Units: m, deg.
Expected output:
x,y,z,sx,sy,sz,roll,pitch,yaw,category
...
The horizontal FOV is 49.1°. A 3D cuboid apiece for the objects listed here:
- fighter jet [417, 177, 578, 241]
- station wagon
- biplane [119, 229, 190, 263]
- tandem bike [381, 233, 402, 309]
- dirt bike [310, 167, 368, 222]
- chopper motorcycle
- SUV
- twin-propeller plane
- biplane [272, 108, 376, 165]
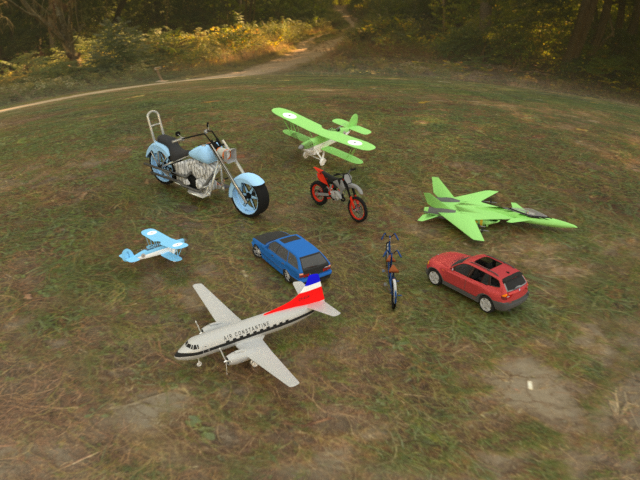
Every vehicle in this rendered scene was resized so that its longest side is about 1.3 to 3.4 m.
x,y,z,sx,sy,sz,roll,pitch,yaw,category
3.124,-0.557,12.186,2.640,0.557,2.229,9,28,17,fighter jet
-0.474,0.181,10.791,0.682,0.473,1.597,-16,31,-29,station wagon
-2.548,0.149,10.822,1.090,0.504,1.336,-19,32,-34,biplane
1.030,0.377,10.161,0.283,0.682,1.642,0,26,1,tandem bike
0.325,-0.877,12.494,0.527,0.857,1.493,-21,33,-36,dirt bike
-2.152,-1.432,12.915,3.040,1.480,0.906,19,32,34,chopper motorcycle
2.235,0.498,10.031,0.656,0.580,1.572,-19,32,-34,SUV
-0.834,1.009,8.761,2.129,0.792,2.663,-16,31,-29,twin-propeller plane
0.231,-2.206,15.039,2.598,0.981,2.120,18,32,33,biplane
